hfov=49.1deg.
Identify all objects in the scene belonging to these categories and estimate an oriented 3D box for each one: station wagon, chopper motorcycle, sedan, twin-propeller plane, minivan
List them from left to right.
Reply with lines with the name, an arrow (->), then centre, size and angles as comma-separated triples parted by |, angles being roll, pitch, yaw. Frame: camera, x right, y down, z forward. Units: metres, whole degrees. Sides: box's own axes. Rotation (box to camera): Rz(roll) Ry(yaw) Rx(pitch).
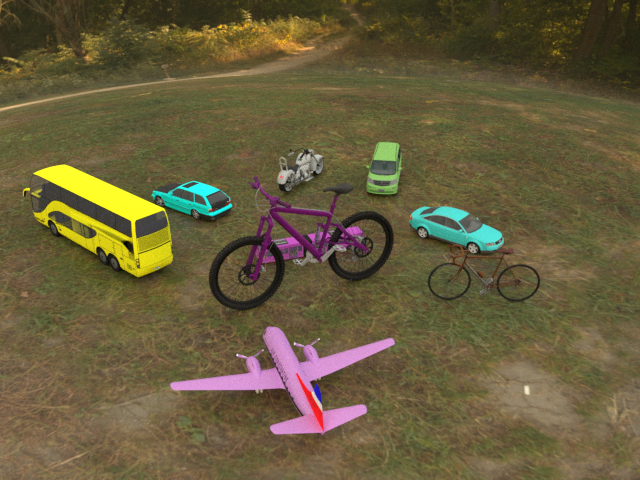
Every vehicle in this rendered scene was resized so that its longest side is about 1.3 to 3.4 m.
station wagon -> -2.345, -0.791, 12.650 | 1.597, 0.473, 0.682 | 18, 32, 32
twin-propeller plane -> -0.308, 1.430, 7.831 | 2.663, 0.792, 2.129 | -9, 28, -17
chopper motorcycle -> -0.354, -1.460, 13.672 | 0.466, 0.761, 1.563 | 14, 30, 26
minivan -> 1.274, -1.406, 13.727 | 0.681, 0.616, 1.548 | 4, 27, 8
sedan -> 2.236, -0.220, 11.492 | 1.613, 0.483, 0.635 | 20, 32, 34

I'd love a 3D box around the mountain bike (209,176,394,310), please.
mountain bike -> -0.193, 0.001, 9.696 | 2.857, 1.688, 1.114 | -13, 29, -24

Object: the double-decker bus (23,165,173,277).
double-decker bus -> -3.599, -0.386, 11.188 | 3.251, 1.052, 0.756 | 22, 34, 37

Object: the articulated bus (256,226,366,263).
articulated bus -> -0.140, 0.075, 11.117 | 1.749, 0.289, 0.311 | -10, 28, -19

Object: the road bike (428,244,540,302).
road bike -> 2.278, 0.474, 9.685 | 1.545, 0.852, 0.358 | 1, 26, 2
